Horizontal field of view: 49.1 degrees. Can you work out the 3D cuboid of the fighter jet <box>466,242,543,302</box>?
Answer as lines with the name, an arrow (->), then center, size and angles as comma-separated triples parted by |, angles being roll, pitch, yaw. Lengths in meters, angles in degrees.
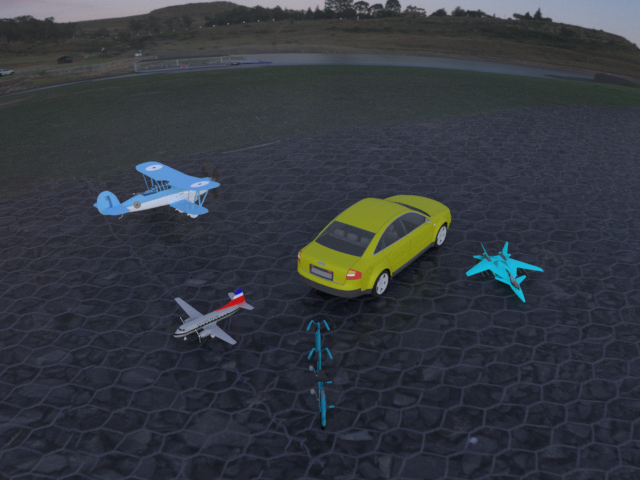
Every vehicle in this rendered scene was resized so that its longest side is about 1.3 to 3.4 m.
fighter jet -> 2.713, 0.457, 10.105 | 1.147, 0.286, 1.358 | -3, 28, -6

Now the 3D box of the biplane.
biplane -> -2.679, -0.748, 11.659 | 2.120, 0.981, 2.598 | -19, 33, -33

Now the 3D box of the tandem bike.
tandem bike -> -0.002, 1.412, 7.854 | 0.283, 0.682, 1.642 | -1, 28, -2

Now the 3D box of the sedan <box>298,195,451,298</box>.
sedan -> 0.916, -0.117, 10.497 | 1.235, 0.940, 3.137 | 19, 33, 32

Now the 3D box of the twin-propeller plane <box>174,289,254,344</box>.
twin-propeller plane -> -1.410, 0.965, 9.005 | 1.095, 0.407, 1.370 | -22, 35, -36
